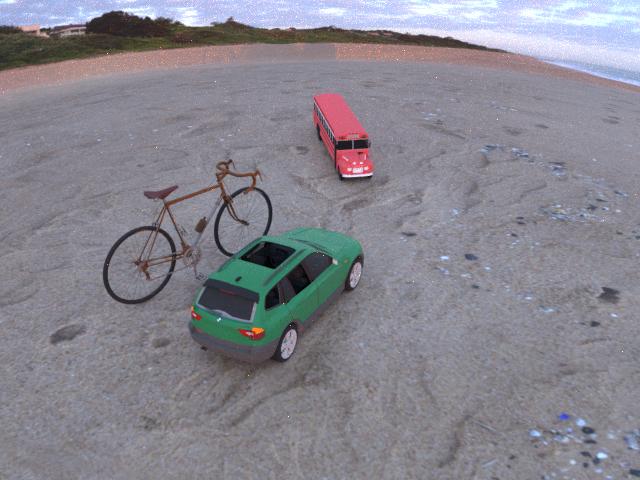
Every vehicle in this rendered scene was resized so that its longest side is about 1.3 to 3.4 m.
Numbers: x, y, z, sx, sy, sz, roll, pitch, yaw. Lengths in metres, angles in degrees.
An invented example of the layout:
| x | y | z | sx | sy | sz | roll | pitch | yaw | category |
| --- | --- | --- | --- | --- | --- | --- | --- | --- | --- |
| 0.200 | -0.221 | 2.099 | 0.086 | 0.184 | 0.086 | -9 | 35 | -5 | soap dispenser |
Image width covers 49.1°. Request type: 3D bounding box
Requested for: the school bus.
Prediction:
| x | y | z | sx | sy | sz | roll | pitch | yaw | category |
| --- | --- | --- | --- | --- | --- | --- | --- | --- | --- |
| 0.453 | -2.227 | 14.798 | 0.709 | 0.844 | 3.322 | -5 | 29 | -9 | school bus |

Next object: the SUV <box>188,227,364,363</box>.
| x | y | z | sx | sy | sz | roll | pitch | yaw | category |
| --- | --- | --- | --- | --- | --- | --- | --- | --- | --- |
| -0.484 | 0.500 | 9.434 | 1.276 | 1.128 | 3.058 | 14 | 32 | 25 | SUV |

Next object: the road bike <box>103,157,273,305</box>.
| x | y | z | sx | sy | sz | roll | pitch | yaw | category |
| --- | --- | --- | --- | --- | --- | --- | --- | --- | --- |
| -1.822 | -0.175 | 10.132 | 0.697 | 1.656 | 3.004 | 25 | 37 | 38 | road bike |
